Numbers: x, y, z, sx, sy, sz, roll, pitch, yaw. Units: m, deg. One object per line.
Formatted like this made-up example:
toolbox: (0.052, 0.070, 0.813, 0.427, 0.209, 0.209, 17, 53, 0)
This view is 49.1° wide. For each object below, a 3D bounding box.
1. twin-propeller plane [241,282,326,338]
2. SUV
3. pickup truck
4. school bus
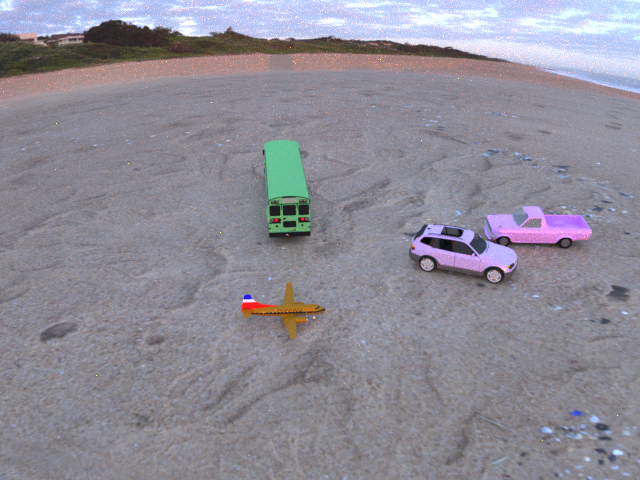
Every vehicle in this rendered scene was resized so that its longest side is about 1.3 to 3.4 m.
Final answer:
twin-propeller plane: (-0.470, 0.863, 9.053, 1.095, 0.407, 1.370, -2, 26, -4)
SUV: (2.104, 0.158, 10.279, 1.572, 0.580, 0.656, 10, 28, 19)
pickup truck: (3.454, -0.232, 11.145, 1.603, 0.511, 0.640, 1, 26, 2)
school bus: (-0.626, -1.012, 12.344, 0.709, 0.844, 3.322, -2, 26, -5)
